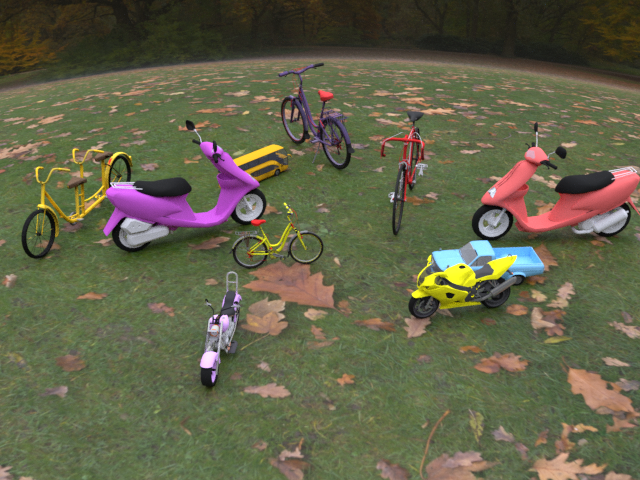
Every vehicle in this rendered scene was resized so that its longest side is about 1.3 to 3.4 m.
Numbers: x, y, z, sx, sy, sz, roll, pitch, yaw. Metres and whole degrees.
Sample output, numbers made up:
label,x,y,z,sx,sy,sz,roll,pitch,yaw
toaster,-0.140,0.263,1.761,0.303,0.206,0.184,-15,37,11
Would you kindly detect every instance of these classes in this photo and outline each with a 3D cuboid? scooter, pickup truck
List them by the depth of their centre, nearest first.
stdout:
label,x,y,z,sx,sy,sz,roll,pitch,yaw
pickup truck,2.450,0.315,10.312,1.603,0.511,0.640,-2,28,-3
scooter,3.801,-0.824,11.077,2.721,1.786,1.288,-2,28,-3
scooter,-2.111,-0.828,11.084,2.721,1.786,1.288,-15,32,-25

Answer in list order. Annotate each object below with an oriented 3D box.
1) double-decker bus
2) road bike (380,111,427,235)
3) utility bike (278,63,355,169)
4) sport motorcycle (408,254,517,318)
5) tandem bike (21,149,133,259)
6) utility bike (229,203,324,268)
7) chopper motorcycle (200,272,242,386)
label,x,y,z,sx,sy,sz,roll,pitch,yaw
double-decker bus,-1.243,-1.390,13.430,0.389,0.541,1.672,22,35,35
road bike,1.521,-1.298,12.089,0.696,1.656,3.004,7,29,13
utility bike,-0.192,-2.539,14.188,1.039,1.839,2.791,-17,33,-28
sport motorcycle,1.916,0.621,9.421,1.520,0.821,0.506,-7,29,-13
tandem bike,-3.977,-0.879,11.662,0.550,1.326,3.192,8,29,14
utility bike,-0.664,-0.051,10.531,1.435,0.946,0.535,-4,29,-7
chopper motorcycle,-1.224,1.076,8.645,0.466,0.761,1.563,3,29,6
